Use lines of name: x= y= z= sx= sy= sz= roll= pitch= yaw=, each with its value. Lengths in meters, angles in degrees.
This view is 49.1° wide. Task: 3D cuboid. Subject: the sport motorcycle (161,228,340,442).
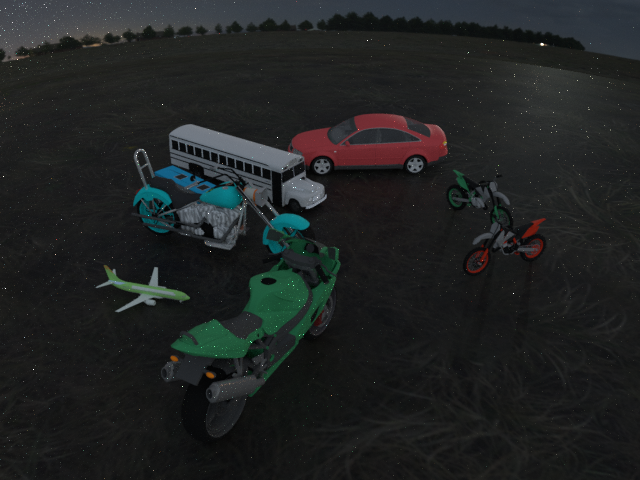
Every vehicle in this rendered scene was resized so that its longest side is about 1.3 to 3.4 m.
sport motorcycle: x=-0.600 y=0.993 z=7.999 sx=0.983 sy=1.596 sz=2.955 roll=17 pitch=34 yaw=27

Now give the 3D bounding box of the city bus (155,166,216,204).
city bus: x=-2.232 y=-0.813 z=12.294 sx=1.674 sy=0.460 sz=0.476 roll=25 pitch=38 yaw=37

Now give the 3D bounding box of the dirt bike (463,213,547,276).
dirt bike: x=2.780 y=0.053 z=10.383 sx=1.493 sy=0.857 sz=0.527 roll=-12 pitch=32 yaw=-20

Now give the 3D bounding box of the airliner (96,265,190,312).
airliner: x=-2.438 y=0.622 z=9.820 sx=1.307 sy=0.429 sz=1.161 roll=8 pitch=31 yaw=13

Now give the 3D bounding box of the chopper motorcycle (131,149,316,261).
chopper motorcycle: x=-1.533 y=-0.516 z=10.750 sx=3.040 sy=1.480 sz=0.906 roll=10 pitch=31 yaw=17

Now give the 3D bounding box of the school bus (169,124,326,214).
school bus: x=-1.359 y=-1.347 z=12.839 sx=3.322 sy=0.844 sz=0.709 roll=20 pitch=35 yaw=31

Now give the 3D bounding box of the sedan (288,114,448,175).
sedan: x=0.934 y=-1.937 z=13.773 sx=3.137 sy=0.940 sz=1.235 roll=-1 pitch=30 yaw=-2

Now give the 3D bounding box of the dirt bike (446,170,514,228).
dirt bike: x=2.676 y=-0.703 z=11.703 sx=0.527 sy=0.857 sz=1.493 roll=-19 pitch=35 yaw=-30
